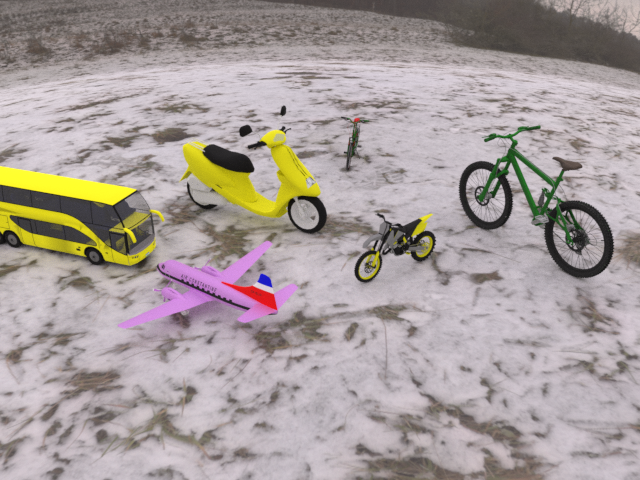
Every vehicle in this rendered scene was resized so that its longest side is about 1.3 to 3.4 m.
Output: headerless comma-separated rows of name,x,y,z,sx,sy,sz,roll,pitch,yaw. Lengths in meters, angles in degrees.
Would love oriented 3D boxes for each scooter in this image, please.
scooter,-1.108,-1.133,10.987,2.721,1.786,1.288,13,30,24

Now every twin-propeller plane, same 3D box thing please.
twin-propeller plane,-1.356,0.517,8.874,2.129,0.792,2.663,19,33,32

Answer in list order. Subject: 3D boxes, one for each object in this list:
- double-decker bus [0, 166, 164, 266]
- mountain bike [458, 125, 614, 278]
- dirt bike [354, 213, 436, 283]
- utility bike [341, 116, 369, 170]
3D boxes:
double-decker bus,-3.895,-0.384,10.338,3.251,1.052,0.756,10,29,19
mountain bike,3.050,-0.618,10.097,1.114,1.688,2.857,-16,31,-29
dirt bike,1.074,0.056,9.697,1.493,0.857,0.527,-19,33,-32
utility bike,0.689,-1.963,13.514,0.535,0.946,1.435,5,28,9
